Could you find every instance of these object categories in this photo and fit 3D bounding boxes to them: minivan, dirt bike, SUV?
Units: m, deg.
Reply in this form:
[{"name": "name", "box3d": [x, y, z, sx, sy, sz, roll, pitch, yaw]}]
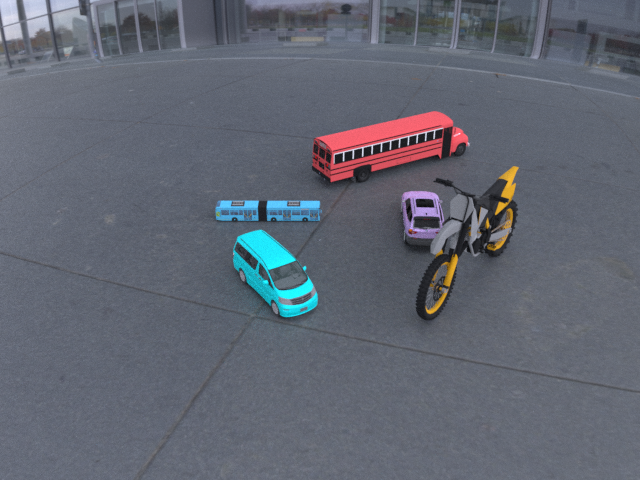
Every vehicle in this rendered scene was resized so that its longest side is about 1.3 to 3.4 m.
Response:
[{"name": "minivan", "box3d": [-0.638, 0.452, 9.777, 0.681, 0.616, 1.548, -19, 35, -28]}, {"name": "dirt bike", "box3d": [2.138, -0.097, 9.671, 1.024, 1.666, 2.903, 21, 37, 31]}, {"name": "SUV", "box3d": [1.660, -0.439, 11.309, 0.656, 0.580, 1.572, 1, 31, 3]}]

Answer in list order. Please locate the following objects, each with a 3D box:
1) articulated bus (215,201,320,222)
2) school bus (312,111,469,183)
[{"name": "articulated bus", "box3d": [-0.851, -0.485, 11.673, 1.749, 0.289, 0.311, 0, 31, 0]}, {"name": "school bus", "box3d": [1.443, -1.813, 13.364, 3.322, 0.844, 0.709, -17, 35, -26]}]
